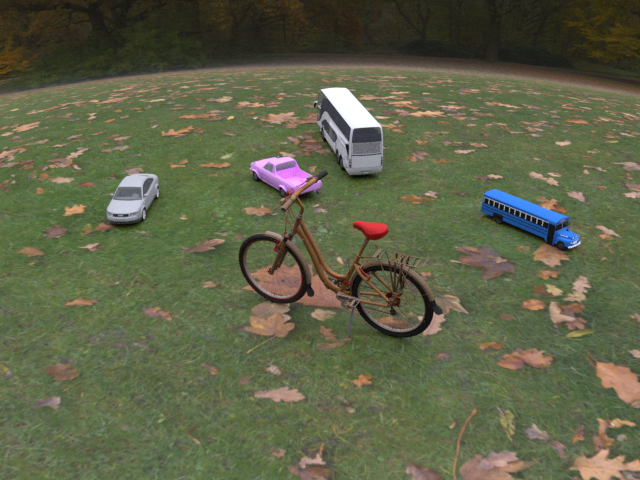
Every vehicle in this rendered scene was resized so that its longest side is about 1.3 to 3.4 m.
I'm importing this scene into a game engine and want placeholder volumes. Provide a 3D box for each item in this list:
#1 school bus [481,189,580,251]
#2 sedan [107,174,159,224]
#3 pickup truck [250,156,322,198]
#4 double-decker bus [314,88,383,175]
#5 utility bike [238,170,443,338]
[{"bbox_3d":[3.328,-0.334,11.077,0.365,0.434,1.708,-19,33,-33],"label":"school bus"},{"bbox_3d":[-3.166,-0.761,11.871,0.635,0.483,1.613,1,27,1],"label":"sedan"},{"bbox_3d":[-0.643,-1.196,12.703,0.640,0.511,1.603,-18,32,-31],"label":"pickup truck"},{"bbox_3d":[0.543,-2.288,14.271,0.756,1.052,3.251,-5,27,-10],"label":"double-decker bus"},{"bbox_3d":[0.123,0.247,8.361,2.791,1.839,1.039,13,30,25],"label":"utility bike"}]
